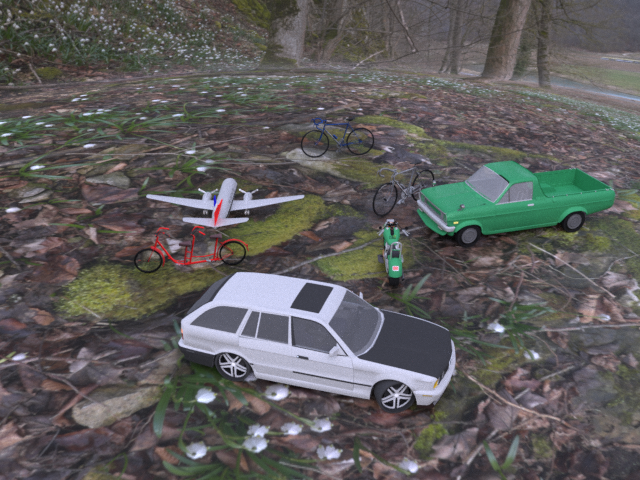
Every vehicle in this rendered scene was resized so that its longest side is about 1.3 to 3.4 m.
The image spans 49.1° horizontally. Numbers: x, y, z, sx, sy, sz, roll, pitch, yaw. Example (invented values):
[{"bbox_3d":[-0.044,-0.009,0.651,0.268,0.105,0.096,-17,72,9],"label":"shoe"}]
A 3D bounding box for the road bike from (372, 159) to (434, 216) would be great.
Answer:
[{"bbox_3d":[1.456,-0.933,11.997,1.545,0.852,0.358,-21,33,-36],"label":"road bike"}]

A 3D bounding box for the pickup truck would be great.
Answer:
[{"bbox_3d":[3.184,-0.713,11.396,3.117,0.993,1.244,-8,27,-15],"label":"pickup truck"}]

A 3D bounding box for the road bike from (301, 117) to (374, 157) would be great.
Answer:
[{"bbox_3d":[0.367,-2.122,14.383,1.545,0.852,0.358,-4,27,-9],"label":"road bike"}]

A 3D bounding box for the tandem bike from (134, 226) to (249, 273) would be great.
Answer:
[{"bbox_3d":[-1.850,0.119,10.077,1.642,0.682,0.283,-5,27,-11],"label":"tandem bike"}]

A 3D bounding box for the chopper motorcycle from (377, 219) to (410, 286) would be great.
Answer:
[{"bbox_3d":[1.039,0.054,10.117,0.466,0.761,1.563,0,26,1],"label":"chopper motorcycle"}]

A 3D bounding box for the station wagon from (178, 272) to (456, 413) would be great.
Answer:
[{"bbox_3d":[-0.018,1.044,7.952,3.105,0.920,1.327,8,28,16],"label":"station wagon"}]

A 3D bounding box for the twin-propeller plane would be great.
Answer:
[{"bbox_3d":[-1.598,-0.706,11.608,2.663,0.792,2.129,0,26,0],"label":"twin-propeller plane"}]
